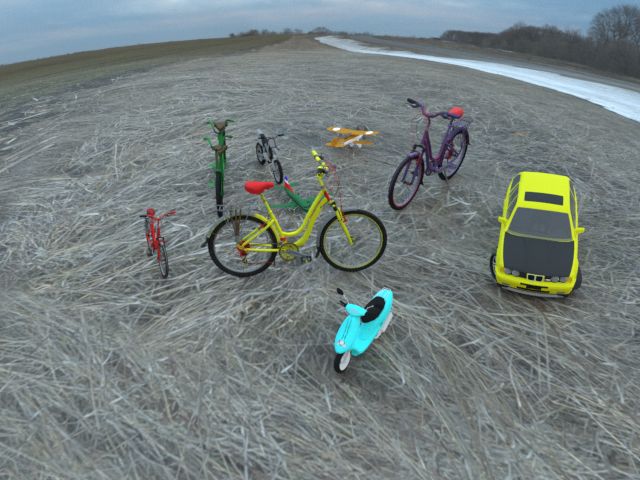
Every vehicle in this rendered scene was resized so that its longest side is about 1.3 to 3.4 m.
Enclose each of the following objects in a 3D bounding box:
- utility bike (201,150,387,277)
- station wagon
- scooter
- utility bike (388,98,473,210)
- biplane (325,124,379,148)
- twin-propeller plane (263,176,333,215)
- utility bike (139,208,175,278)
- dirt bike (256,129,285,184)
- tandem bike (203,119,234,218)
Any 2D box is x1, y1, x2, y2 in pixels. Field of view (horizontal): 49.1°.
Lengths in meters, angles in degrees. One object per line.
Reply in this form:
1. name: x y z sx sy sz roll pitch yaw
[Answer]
1. utility bike: -0.386 -0.346 10.360 2.791 1.839 1.039 -2 30 -4
2. station wagon: 3.470 -0.231 11.084 1.327 0.920 3.105 9 31 15
3. scooter: 0.570 1.013 8.909 0.662 0.919 1.399 18 34 29
4. utility bike: 2.150 -1.652 12.646 1.039 1.839 2.791 22 36 33
5. biplane: 0.581 -2.135 14.836 1.336 0.504 1.090 23 37 34
6. twin-propeller plane: -0.421 -0.788 12.577 1.370 0.407 1.095 -14 33 -23
7. utility bike: -2.498 -0.082 10.799 0.535 0.946 1.435 -13 32 -21
8. dirt bike: -0.995 -1.701 13.721 0.527 0.857 1.493 -12 32 -19
9. tandem bike: -1.856 -1.596 13.066 0.550 1.326 3.192 -3 30 -5
